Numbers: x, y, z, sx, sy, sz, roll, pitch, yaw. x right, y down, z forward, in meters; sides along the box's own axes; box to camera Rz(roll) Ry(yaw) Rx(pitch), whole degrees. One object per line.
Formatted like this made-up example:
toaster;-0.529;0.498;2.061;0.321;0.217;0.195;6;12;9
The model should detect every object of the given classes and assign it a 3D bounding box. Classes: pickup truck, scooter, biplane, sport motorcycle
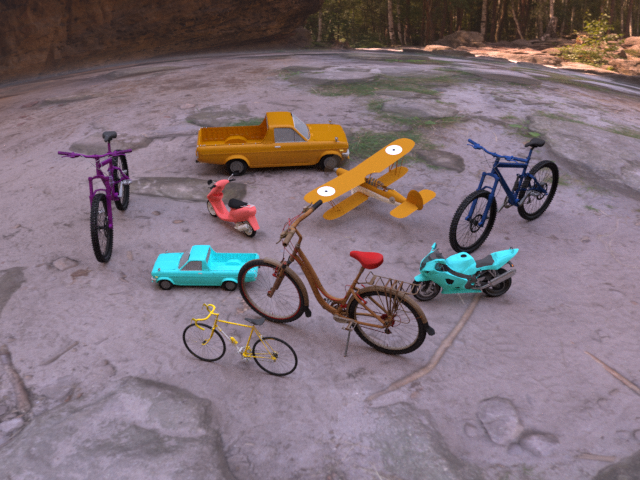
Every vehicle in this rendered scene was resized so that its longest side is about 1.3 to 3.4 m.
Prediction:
pickup truck;-0.962;-2.021;14.223;3.117;0.993;1.244;-3;30;-6
pickup truck;-1.713;0.387;10.514;1.603;0.511;0.640;1;30;1
scooter;-1.514;-0.633;11.879;0.662;0.919;1.399;-25;38;-37
biplane;0.952;-0.881;12.249;2.598;0.981;2.120;-25;38;-37
sport motorcycle;2.061;0.486;10.031;1.520;0.821;0.506;-3;30;-6

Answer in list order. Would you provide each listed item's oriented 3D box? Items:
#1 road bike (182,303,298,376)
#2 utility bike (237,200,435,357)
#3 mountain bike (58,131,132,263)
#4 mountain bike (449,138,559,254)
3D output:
road bike;-1.010;1.255;8.662;1.545;0.852;0.358;9;31;15
utility bike;0.101;0.582;8.842;2.791;1.839;1.039;13;32;21
mountain bike;-3.482;-0.886;11.549;1.114;1.688;2.857;-2;30;-4
mountain bike;3.099;-0.828;11.448;2.857;1.688;1.114;-23;37;-34
